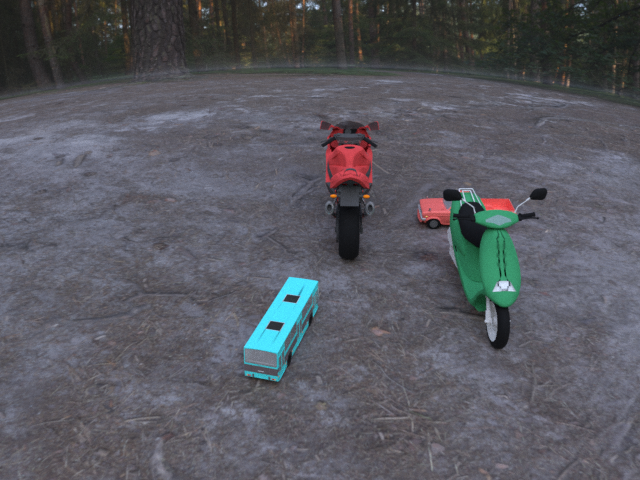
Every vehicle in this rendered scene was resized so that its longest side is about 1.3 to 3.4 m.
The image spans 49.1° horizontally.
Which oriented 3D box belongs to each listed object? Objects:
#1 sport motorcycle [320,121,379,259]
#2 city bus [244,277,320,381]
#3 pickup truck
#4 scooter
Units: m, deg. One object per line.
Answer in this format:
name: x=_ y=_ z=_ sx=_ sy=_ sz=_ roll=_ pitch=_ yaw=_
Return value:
sport motorcycle: x=0.466 y=-0.907 z=11.257 sx=0.983 sy=1.596 sz=2.955 roll=1 pitch=27 yaw=2
city bus: x=-0.439 y=1.074 z=8.615 sx=0.476 sy=0.460 sz=1.674 roll=7 pitch=28 yaw=14
pickup truck: x=2.445 y=-0.526 z=11.704 sx=1.603 sy=0.511 sz=0.640 roll=1 pitch=27 yaw=2
scooter: x=2.134 y=0.030 z=9.205 sx=1.288 sy=1.786 sz=2.721 roll=-1 pitch=27 yaw=-2
